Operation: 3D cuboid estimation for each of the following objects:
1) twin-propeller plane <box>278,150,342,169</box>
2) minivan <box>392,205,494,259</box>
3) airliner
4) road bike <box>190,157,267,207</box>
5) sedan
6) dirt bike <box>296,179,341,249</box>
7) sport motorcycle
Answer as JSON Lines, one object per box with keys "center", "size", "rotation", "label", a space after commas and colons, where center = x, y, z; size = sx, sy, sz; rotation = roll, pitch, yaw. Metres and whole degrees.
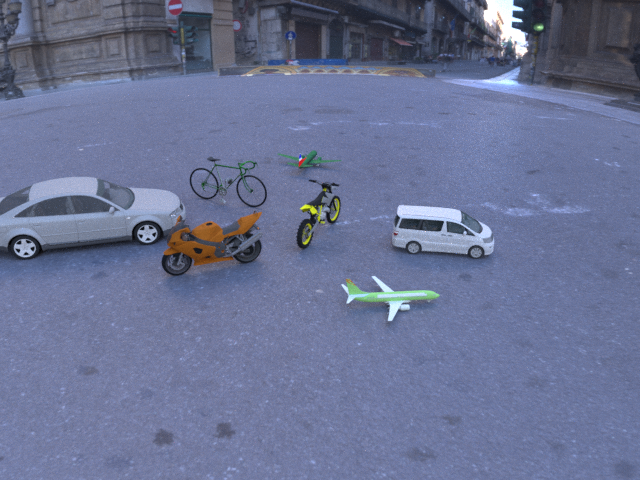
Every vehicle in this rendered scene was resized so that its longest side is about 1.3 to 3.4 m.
{"center": [-0.250, -1.665, 14.090], "size": [1.370, 0.407, 1.095], "rotation": [8, 27, 16], "label": "twin-propeller plane"}
{"center": [1.898, -0.149, 10.758], "size": [1.548, 0.616, 0.681], "rotation": [4, 26, 8], "label": "minivan"}
{"center": [0.960, 0.671, 9.295], "size": [1.307, 0.429, 1.161], "rotation": [-3, 26, -6], "label": "airliner"}
{"center": [-1.634, -1.044, 12.316], "size": [1.545, 0.852, 0.358], "rotation": [10, 28, 20], "label": "road bike"}
{"center": [-3.718, -0.467, 11.038], "size": [3.137, 0.940, 1.235], "rotation": [-7, 27, -14], "label": "sedan"}
{"center": [-0.008, -0.476, 11.151], "size": [0.527, 0.857, 1.493], "rotation": [12, 29, 23], "label": "dirt bike"}
{"center": [-1.551, 0.041, 10.136], "size": [1.520, 0.821, 0.506], "rotation": [-10, 28, -20], "label": "sport motorcycle"}
